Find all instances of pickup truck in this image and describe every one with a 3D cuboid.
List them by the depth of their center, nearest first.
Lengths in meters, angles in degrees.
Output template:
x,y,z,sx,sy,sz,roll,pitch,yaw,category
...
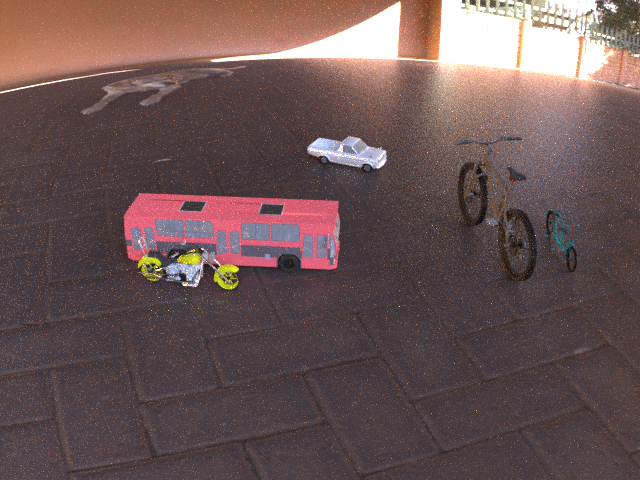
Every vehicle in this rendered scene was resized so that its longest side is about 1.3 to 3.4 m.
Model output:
x,y,z,sx,sy,sz,roll,pitch,yaw,category
0.555,-1.824,14.371,1.603,0.511,0.640,13,32,22,pickup truck

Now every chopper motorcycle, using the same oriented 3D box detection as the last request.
x,y,z,sx,sy,sz,roll,pitch,yaw,category
-1.930,0.350,10.293,1.563,0.761,0.466,4,30,7,chopper motorcycle

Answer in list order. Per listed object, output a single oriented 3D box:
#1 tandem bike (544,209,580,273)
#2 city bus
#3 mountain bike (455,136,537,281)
x,y,z,sx,sy,sz,roll,pitch,yaw,category
3.874,-0.125,11.208,0.283,0.682,1.642,1,30,1,tandem bike
-1.333,-0.106,10.959,3.255,0.894,0.926,2,30,4,city bus
2.771,-0.616,11.054,1.114,1.688,2.857,-5,30,-10,mountain bike
